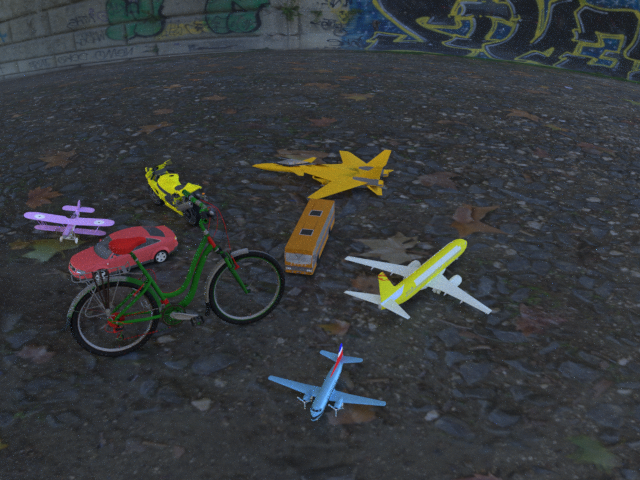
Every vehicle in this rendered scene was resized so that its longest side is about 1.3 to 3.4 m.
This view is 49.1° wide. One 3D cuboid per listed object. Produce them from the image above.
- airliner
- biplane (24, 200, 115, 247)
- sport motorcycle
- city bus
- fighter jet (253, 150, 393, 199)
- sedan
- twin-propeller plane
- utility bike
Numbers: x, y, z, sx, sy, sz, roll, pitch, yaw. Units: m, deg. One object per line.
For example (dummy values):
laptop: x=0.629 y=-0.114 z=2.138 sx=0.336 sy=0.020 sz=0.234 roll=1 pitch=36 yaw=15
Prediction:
airliner: x=1.456 y=0.317 z=9.677 sx=2.257 sy=0.835 sz=2.541 roll=20 pitch=35 yaw=32
biplane: x=-3.896 y=-0.281 z=11.074 sx=1.336 sy=0.504 sz=1.090 roll=-2 pitch=30 yaw=-4
sport motorcycle: x=-2.421 y=-0.781 z=11.637 sx=1.520 sy=0.821 sz=0.506 roll=26 pitch=39 yaw=38
city bus: x=-0.134 y=-0.063 z=10.733 sx=0.476 sy=0.460 sz=1.674 roll=6 pitch=30 yaw=10
fighter jet: x=-0.023 y=-1.391 z=12.985 sx=2.640 sy=0.557 sz=2.229 roll=8 pitch=30 yaw=14
sedan: x=-2.904 y=0.142 z=10.345 sx=1.613 sy=0.483 sz=0.635 roll=-19 pitch=35 yaw=-30
twin-propeller plane: x=0.095 y=1.598 z=7.844 sx=1.370 sy=0.407 sz=1.095 roll=9 pitch=31 yaw=16
utility bike: x=-1.779 y=0.395 z=8.520 sx=2.791 sy=1.839 sz=1.039 roll=-12 pitch=32 yaw=-20
